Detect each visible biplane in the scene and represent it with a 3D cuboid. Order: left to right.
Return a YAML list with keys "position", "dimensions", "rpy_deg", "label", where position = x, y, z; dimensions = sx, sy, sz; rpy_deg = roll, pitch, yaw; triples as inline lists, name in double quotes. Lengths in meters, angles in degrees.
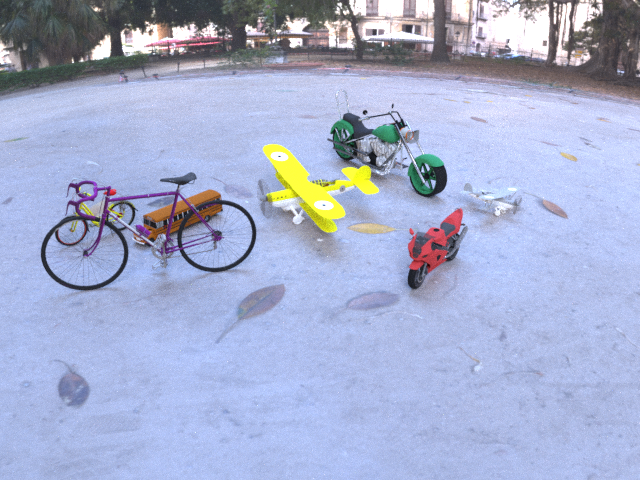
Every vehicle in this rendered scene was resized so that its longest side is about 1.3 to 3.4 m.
- position: [-0.030, -0.840, 11.993]
  dimensions: [2.120, 0.981, 2.598]
  rpy_deg: [-13, 30, -24]
  label: "biplane"
- position: [3.015, -0.742, 12.327]
  dimensions: [1.090, 0.504, 1.336]
  rpy_deg: [21, 34, 35]
  label: "biplane"

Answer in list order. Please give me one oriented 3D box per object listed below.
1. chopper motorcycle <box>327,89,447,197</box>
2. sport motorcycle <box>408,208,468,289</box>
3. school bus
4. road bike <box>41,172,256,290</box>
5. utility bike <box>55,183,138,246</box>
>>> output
- position: [1.266, -1.909, 13.558]
  dimensions: [0.906, 1.480, 3.040]
  rpy_deg: [-20, 33, -34]
  label: "chopper motorcycle"
- position: [1.702, 0.115, 10.276]
  dimensions: [0.506, 0.821, 1.520]
  rpy_deg: [18, 32, 31]
  label: "sport motorcycle"
- position: [-2.370, -0.381, 11.691]
  dimensions: [0.365, 0.434, 1.708]
  rpy_deg: [21, 33, 35]
  label: "school bus"
- position: [-2.381, -0.148, 9.872]
  dimensions: [3.004, 1.656, 0.697]
  rpy_deg: [-8, 28, -15]
  label: "road bike"
- position: [-3.570, -0.446, 11.250]
  dimensions: [1.435, 0.946, 0.535]
  rpy_deg: [-22, 34, -36]
  label: "utility bike"
